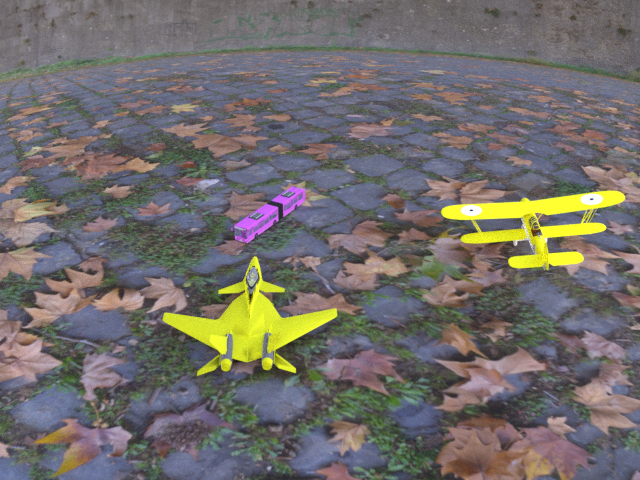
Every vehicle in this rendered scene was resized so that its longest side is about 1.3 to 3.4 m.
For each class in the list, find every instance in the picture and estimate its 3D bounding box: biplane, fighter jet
[{"bbox_3d":[3.092,-0.124,10.229,2.598,0.981,2.120,3,30,5],"label":"biplane"},{"bbox_3d":[-0.903,0.741,9.125,2.229,0.557,2.640,-1,29,-2],"label":"fighter jet"}]

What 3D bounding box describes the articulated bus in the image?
[{"bbox_3d":[-0.802,-0.441,11.495,0.311,0.289,1.749,16,33,26],"label":"articulated bus"}]
